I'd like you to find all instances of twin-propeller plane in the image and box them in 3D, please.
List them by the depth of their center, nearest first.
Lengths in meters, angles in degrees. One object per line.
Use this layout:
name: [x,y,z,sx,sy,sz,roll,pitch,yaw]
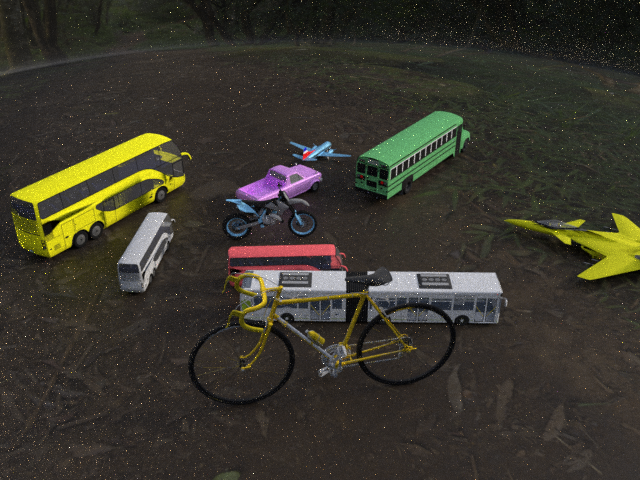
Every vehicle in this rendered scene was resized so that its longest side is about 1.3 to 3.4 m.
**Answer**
twin-propeller plane: [-0.053,-1.769,13.646,1.370,0.407,1.095,16,34,26]

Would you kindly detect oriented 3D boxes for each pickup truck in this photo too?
pickup truck: [-0.691,-0.976,12.194,0.640,0.511,1.603,26,39,37]

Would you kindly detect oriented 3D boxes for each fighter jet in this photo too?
fighter jet: [4.122,-0.115,10.682,2.640,0.557,2.229,17,35,27]

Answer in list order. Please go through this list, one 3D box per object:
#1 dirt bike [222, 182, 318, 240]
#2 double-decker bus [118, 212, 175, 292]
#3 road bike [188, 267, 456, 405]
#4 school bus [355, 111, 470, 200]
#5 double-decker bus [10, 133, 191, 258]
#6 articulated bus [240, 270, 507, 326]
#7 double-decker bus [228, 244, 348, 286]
dirt bike: [-0.783,-0.403,10.876,1.493,0.857,0.527,-2,30,-4]
double-decker bus: [-2.530,0.132,10.277,0.389,0.541,1.672,2,31,4]
road bike: [0.065,1.050,7.613,3.004,1.656,0.697,-5,31,-9]
school bus: [1.844,-1.666,13.039,0.709,0.844,3.322,20,36,31]
double-decker bus: [-3.455,-0.836,11.421,0.756,1.052,3.251,17,35,27]
articulated bus: [0.673,0.748,9.209,3.401,0.561,0.605,1,30,1]
double-decker bus: [-0.455,0.365,9.880,1.672,0.541,0.389,-1,30,-2]
